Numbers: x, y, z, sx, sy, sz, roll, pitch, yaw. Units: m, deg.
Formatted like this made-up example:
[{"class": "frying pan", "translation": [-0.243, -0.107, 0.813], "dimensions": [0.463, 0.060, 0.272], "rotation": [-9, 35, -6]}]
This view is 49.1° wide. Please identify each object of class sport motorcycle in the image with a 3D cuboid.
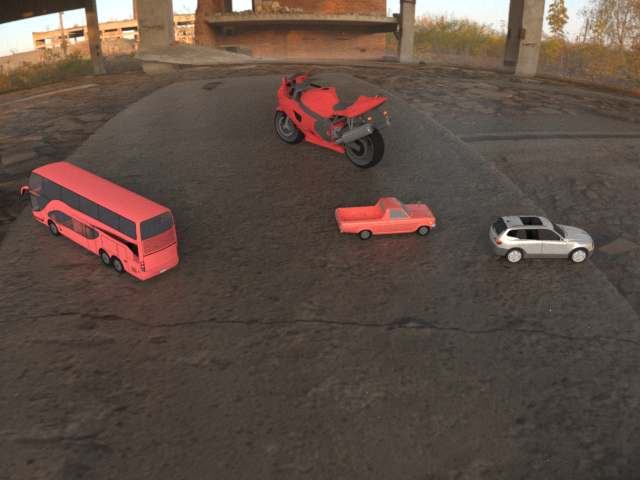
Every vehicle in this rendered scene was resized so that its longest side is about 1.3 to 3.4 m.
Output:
[{"class": "sport motorcycle", "translation": [0.145, -2.464, 14.159], "dimensions": [2.955, 1.596, 0.983], "rotation": [23, 35, 36]}]

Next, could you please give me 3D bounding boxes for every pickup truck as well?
[{"class": "pickup truck", "translation": [1.060, -0.384, 11.386], "dimensions": [1.603, 0.511, 0.640], "rotation": [-4, 28, -7]}]

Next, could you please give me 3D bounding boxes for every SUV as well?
[{"class": "SUV", "translation": [3.365, -0.044, 10.668], "dimensions": [1.572, 0.580, 0.656], "rotation": [0, 28, 0]}]

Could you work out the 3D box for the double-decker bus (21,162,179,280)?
[{"class": "double-decker bus", "translation": [-3.445, -0.379, 10.797], "dimensions": [3.251, 1.052, 0.756], "rotation": [23, 35, 36]}]
